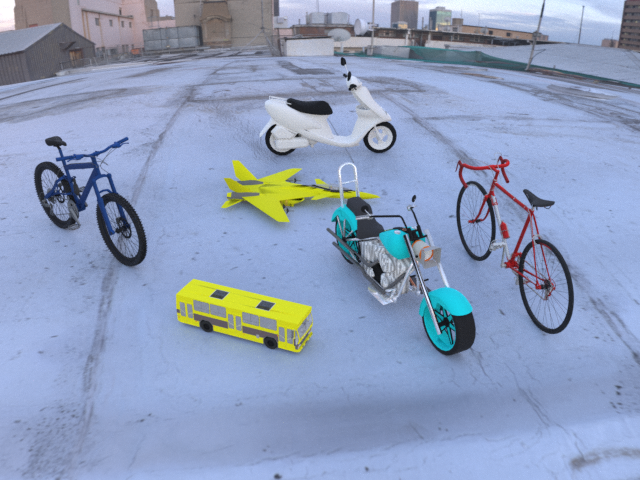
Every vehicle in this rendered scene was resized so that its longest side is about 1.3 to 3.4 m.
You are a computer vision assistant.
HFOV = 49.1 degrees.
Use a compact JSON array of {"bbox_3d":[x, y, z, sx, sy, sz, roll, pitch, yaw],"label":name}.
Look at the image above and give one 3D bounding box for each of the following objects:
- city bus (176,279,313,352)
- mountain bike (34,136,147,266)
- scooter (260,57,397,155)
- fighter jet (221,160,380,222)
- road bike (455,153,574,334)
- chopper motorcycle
[{"bbox_3d":[-0.931,0.927,8.545,1.674,0.460,0.476,11,30,20],"label":"city bus"},{"bbox_3d":[-3.474,-0.682,10.265,2.857,1.688,1.114,23,35,36],"label":"mountain bike"},{"bbox_3d":[0.170,-2.514,13.608,2.721,1.786,1.288,-2,28,-4],"label":"scooter"},{"bbox_3d":[-0.288,-0.920,11.918,2.640,0.557,2.229,2,28,3],"label":"fighter jet"},{"bbox_3d":[2.473,-0.073,9.152,0.696,1.656,3.004,-7,29,-14],"label":"road bike"},{"bbox_3d":[0.971,0.155,8.911,0.906,1.480,3.040,-13,31,-23],"label":"chopper motorcycle"}]
